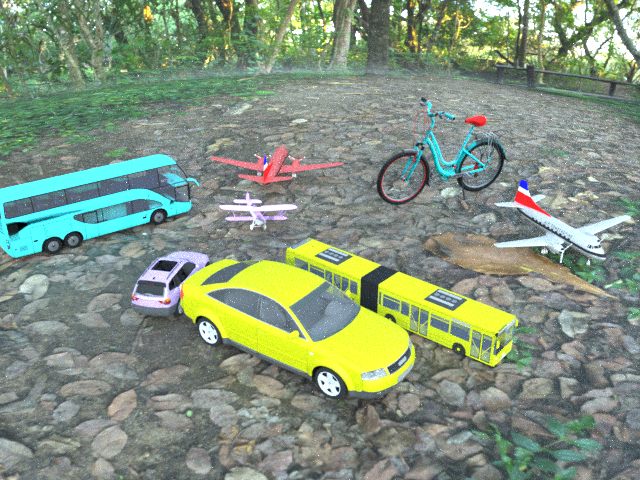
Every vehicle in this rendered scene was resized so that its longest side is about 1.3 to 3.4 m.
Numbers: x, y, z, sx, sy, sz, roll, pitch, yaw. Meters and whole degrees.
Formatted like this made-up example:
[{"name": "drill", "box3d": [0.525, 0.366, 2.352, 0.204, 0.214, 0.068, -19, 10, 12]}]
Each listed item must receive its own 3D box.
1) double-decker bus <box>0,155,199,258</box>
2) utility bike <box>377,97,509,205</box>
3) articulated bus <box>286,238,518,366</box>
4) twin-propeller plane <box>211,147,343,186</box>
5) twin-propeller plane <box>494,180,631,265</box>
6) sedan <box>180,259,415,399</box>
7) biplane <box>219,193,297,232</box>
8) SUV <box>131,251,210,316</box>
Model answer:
[{"name": "double-decker bus", "box3d": [-3.600, -0.619, 11.480, 3.251, 1.052, 0.756, -19, 32, -33]}, {"name": "utility bike", "box3d": [2.323, -1.559, 12.503, 2.791, 1.839, 1.039, -11, 28, -21]}, {"name": "articulated bus", "box3d": [0.940, 0.739, 9.265, 3.401, 0.561, 0.605, 21, 33, 36]}, {"name": "twin-propeller plane", "box3d": [-0.887, -1.537, 13.650, 2.663, 0.792, 2.129, 3, 26, 7]}, {"name": "twin-propeller plane", "box3d": [3.757, -0.278, 11.079, 2.663, 0.792, 2.129, -11, 28, -21]}, {"name": "sedan", "box3d": [-0.331, 0.911, 8.483, 3.137, 0.940, 1.235, 17, 31, 31]}, {"name": "biplane", "box3d": [-1.075, -0.487, 11.832, 1.336, 0.504, 1.090, -10, 28, -20]}, {"name": "SUV", "box3d": [-2.047, 0.512, 9.706, 0.656, 0.580, 1.572, 6, 27, 11]}]
